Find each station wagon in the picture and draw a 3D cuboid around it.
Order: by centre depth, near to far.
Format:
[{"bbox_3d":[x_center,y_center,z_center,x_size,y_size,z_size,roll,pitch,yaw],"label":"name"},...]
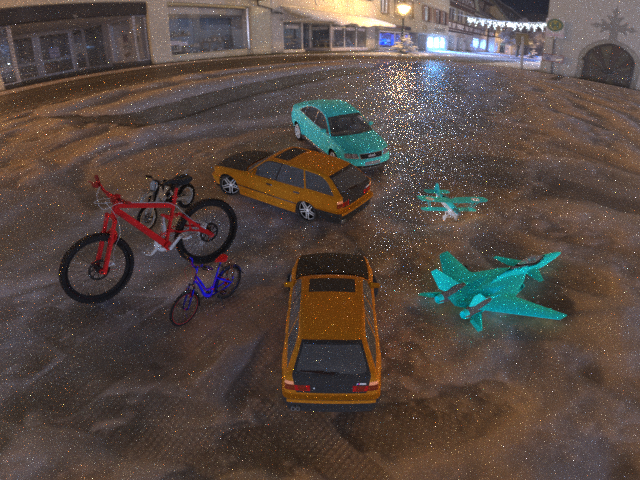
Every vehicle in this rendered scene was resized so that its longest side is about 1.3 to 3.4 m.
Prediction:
[{"bbox_3d":[0.156,0.927,9.152,1.327,0.920,3.105,1,29,1],"label":"station wagon"},{"bbox_3d":[-0.577,-1.188,12.904,3.105,0.920,1.327,19,35,30],"label":"station wagon"}]

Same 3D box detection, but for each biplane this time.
[{"bbox_3d":[2.271,-0.672,12.412,1.336,0.504,1.090,-8,30,-14],"label":"biplane"}]

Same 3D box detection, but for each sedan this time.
[{"bbox_3d":[0.390,-2.389,15.014,1.235,0.940,3.137,-13,32,-21],"label":"sedan"}]

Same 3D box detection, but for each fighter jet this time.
[{"bbox_3d":[2.801,0.450,10.369,2.640,0.557,2.229,-21,36,-33],"label":"fighter jet"}]

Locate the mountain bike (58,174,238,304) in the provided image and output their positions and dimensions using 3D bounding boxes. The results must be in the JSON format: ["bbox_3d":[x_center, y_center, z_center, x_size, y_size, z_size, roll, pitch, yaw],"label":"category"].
[{"bbox_3d":[-2.458,-0.128,10.243,2.857,1.688,1.114,-21,36,-33],"label":"mountain bike"}]

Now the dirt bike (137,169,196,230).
[{"bbox_3d":[-2.678,-0.756,12.201,0.527,0.857,1.493,16,33,26],"label":"dirt bike"}]

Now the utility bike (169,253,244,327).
[{"bbox_3d":[-1.527,0.599,9.709,0.535,0.946,1.435,21,35,32],"label":"utility bike"}]
